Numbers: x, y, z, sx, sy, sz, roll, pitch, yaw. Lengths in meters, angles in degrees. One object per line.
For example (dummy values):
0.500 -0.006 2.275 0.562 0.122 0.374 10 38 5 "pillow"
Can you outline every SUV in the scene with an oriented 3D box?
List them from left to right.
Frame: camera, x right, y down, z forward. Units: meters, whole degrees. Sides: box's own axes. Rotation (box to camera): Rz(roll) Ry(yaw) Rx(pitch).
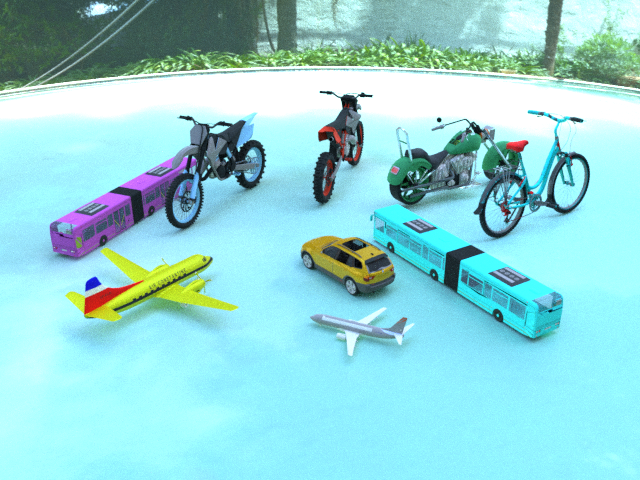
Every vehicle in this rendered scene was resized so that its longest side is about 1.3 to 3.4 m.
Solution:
0.374 0.250 9.939 0.656 0.580 1.572 -19 32 -34 "SUV"

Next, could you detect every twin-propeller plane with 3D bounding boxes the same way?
-2.190 0.504 9.179 2.663 0.792 2.129 19 32 34 "twin-propeller plane"

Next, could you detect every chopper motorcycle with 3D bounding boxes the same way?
2.484 -1.519 12.531 3.040 1.480 0.906 -16 30 -29 "chopper motorcycle"

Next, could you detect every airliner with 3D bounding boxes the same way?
0.462 0.994 8.589 1.307 0.429 1.161 12 28 23 "airliner"

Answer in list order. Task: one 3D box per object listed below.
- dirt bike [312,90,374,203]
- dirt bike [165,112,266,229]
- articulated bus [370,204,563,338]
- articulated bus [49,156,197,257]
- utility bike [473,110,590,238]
0.383 -1.859 13.012 1.024 1.666 2.903 8 27 16 "dirt bike"
-1.723 -1.348 11.968 1.024 1.666 2.903 13 29 24 "dirt bike"
1.898 0.323 9.810 0.605 0.561 3.401 -15 30 -28 "articulated bus"
-3.147 -0.651 11.802 0.605 0.561 3.401 11 28 21 "articulated bus"
3.452 -1.127 11.321 2.791 1.839 1.039 -17 31 -31 "utility bike"
